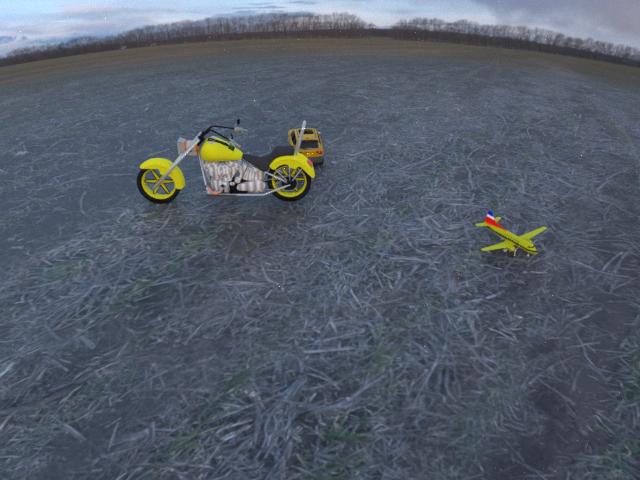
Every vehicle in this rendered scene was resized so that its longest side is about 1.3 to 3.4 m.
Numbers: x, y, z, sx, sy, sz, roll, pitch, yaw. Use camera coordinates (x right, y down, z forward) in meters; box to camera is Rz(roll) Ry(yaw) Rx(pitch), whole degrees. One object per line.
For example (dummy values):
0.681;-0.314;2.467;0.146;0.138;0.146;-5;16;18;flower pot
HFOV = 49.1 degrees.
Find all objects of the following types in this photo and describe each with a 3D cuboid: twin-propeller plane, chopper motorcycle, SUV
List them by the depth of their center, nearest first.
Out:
2.914;-0.090;10.708;1.370;0.407;1.095;-17;33;-28;twin-propeller plane
-1.608;-1.317;11.849;3.040;1.480;0.906;1;28;1;chopper motorcycle
-0.294;-1.964;13.988;0.656;0.580;1.572;-3;29;-6;SUV
